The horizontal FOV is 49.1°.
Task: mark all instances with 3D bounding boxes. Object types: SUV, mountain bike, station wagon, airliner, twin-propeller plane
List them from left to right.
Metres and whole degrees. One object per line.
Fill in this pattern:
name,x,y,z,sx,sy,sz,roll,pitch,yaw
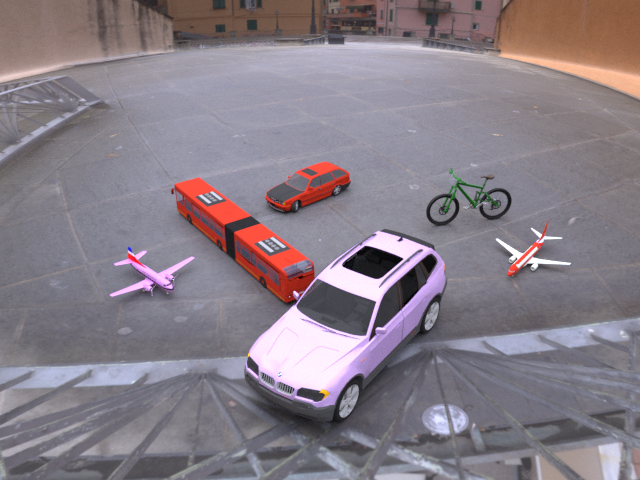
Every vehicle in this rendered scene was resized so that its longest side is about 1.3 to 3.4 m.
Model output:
twin-propeller plane,-2.380,0.436,9.779,1.095,0.407,1.370,26,39,37
station wagon,-0.208,-0.957,12.122,1.597,0.473,0.682,-24,38,-36
SUV,0.406,0.866,8.316,1.276,1.128,3.058,20,35,30
mountain bike,2.412,-0.673,11.237,1.469,0.868,0.573,-7,31,-11
airliner,3.067,0.140,10.268,1.161,0.429,1.307,22,36,33

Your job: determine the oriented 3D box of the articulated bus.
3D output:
articulated bus,-1.240,-0.098,10.550,0.605,0.561,3.401,-20,35,-30
